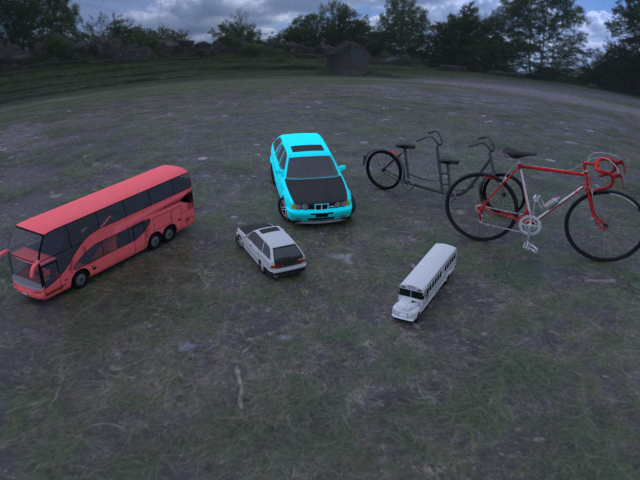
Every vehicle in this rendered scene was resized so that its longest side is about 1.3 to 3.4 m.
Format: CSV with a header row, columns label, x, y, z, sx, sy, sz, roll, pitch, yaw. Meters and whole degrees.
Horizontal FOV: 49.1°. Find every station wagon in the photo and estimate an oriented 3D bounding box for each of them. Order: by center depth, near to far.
label,x,y,z,sx,sy,sz,roll,pitch,yaw
station wagon,-0.778,0.045,10.703,0.682,0.473,1.597,-12,28,-23
station wagon,-0.221,-1.238,12.882,1.327,0.920,3.105,-4,26,-9

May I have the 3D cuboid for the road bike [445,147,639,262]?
label,x,y,z,sx,sy,sz,roll,pitch,yaw
road bike,3.398,-0.583,10.646,3.004,1.656,0.696,11,27,21

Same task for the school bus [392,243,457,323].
label,x,y,z,sx,sy,sz,roll,pitch,yaw
school bus,1.452,0.572,9.637,0.365,0.434,1.708,13,28,25

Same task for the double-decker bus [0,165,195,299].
label,x,y,z,sx,sy,sz,roll,pitch,yaw
double-decker bus,-3.187,-0.174,10.489,0.756,1.052,3.251,15,29,29

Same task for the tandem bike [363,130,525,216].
label,x,y,z,sx,sy,sz,roll,pitch,yaw
tandem bike,2.162,-1.309,12.560,3.192,1.326,0.550,16,30,30
